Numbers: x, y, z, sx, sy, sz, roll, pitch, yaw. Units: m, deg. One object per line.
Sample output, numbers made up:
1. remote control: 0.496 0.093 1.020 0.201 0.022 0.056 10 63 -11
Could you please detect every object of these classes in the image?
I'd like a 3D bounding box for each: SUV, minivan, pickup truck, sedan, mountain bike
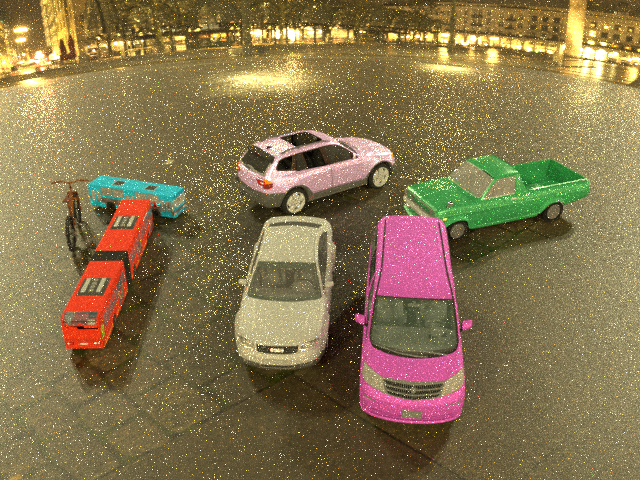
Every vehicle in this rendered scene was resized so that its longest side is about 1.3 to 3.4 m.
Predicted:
1. SUV: -0.032 -1.402 12.681 3.058 1.128 1.276 -19 34 -30
2. minivan: 1.111 0.844 8.541 1.324 1.197 3.011 3 29 5
3. pickup truck: 2.995 -0.854 11.828 3.117 0.993 1.244 -11 31 -19
4. sedan: -0.413 0.507 9.418 1.235 0.940 3.137 2 29 3
5. mountain bike: -3.970 -0.447 11.220 0.573 0.868 1.469 -6 29 -10

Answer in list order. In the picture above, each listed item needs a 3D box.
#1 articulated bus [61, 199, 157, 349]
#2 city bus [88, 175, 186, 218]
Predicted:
1. articulated bus: -2.959 0.350 10.093 0.605 0.561 3.401 -1 29 -1
2. city bus: -3.176 -0.737 12.167 1.674 0.460 0.476 9 30 16
